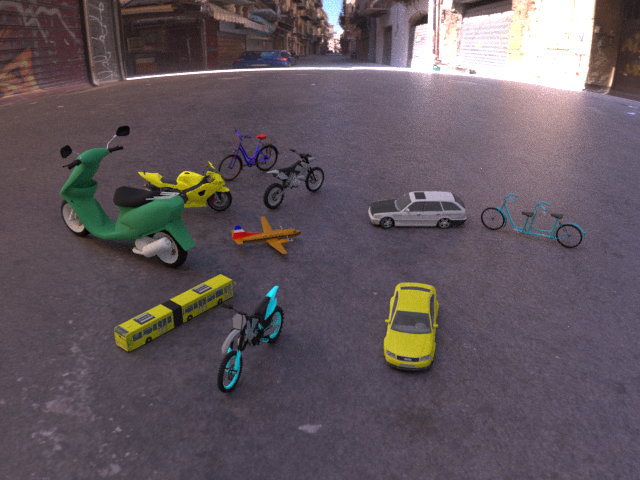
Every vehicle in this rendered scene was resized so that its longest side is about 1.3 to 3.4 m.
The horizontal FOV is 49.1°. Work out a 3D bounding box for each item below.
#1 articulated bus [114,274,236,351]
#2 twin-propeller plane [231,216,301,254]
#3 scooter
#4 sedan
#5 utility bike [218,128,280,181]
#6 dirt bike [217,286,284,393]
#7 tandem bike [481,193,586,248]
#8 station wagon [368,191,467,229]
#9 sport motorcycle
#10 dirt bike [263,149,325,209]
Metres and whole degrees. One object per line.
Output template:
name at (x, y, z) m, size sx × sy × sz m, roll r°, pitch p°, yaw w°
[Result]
articulated bus at (-1.818, 0.905, 8.972) m, size 0.311 × 0.289 × 1.749 m, roll 21°, pitch 34°, yaw 35°
twin-propeller plane at (-0.816, -0.103, 10.838) m, size 1.095 × 0.407 × 1.370 m, roll -8°, pitch 28°, yaw -16°
scooter at (-2.979, -0.632, 10.357) m, size 2.721 × 1.786 × 1.288 m, roll 16°, pitch 31°, yaw 28°
sedan at (1.134, 0.985, 8.596) m, size 0.635 × 0.483 × 1.613 m, roll 5°, pitch 27°, yaw 9°
utility bike at (-1.311, -1.651, 13.309) m, size 1.435 × 0.946 × 0.535 m, roll -20°, pitch 33°, yaw -34°
dirt bike at (-0.771, 1.069, 8.015) m, size 0.527 × 0.857 × 1.493 m, roll 11°, pitch 29°, yaw 21°
tandem bike at (3.325, -0.320, 10.964) m, size 1.642 × 0.682 × 0.283 m, roll 15°, pitch 30°, yaw 27°
station wagon at (1.604, -0.525, 11.600) m, size 1.597 × 0.473 × 0.682 m, roll 0°, pitch 27°, yaw 0°
sport motorcycle at (-2.258, -0.844, 11.847) m, size 1.520 × 0.821 × 0.506 m, roll -3°, pitch 27°, yaw -6°
dirt bike at (-0.448, -1.103, 12.321) m, size 0.527 × 0.857 × 1.493 m, roll 23°, pitch 35°, yaw 38°
